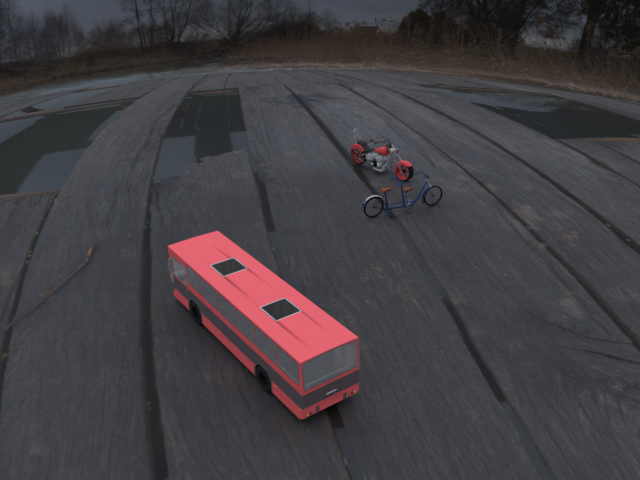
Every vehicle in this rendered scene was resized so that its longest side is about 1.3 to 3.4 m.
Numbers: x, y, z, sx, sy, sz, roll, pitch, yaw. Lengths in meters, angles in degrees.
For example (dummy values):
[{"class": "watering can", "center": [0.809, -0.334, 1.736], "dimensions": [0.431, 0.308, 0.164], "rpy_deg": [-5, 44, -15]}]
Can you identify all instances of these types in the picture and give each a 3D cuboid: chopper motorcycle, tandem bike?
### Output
[{"class": "chopper motorcycle", "center": [1.230, -1.713, 14.054], "dimensions": [1.563, 0.761, 0.466], "rpy_deg": [24, 36, 38]}, {"class": "tandem bike", "center": [1.479, -0.810, 12.426], "dimensions": [1.642, 0.682, 0.283], "rpy_deg": [-11, 30, -21]}]

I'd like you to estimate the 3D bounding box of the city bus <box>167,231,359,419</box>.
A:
[{"class": "city bus", "center": [-0.826, 0.965, 8.827], "dimensions": [0.926, 0.894, 3.255], "rpy_deg": [-19, 33, -31]}]
